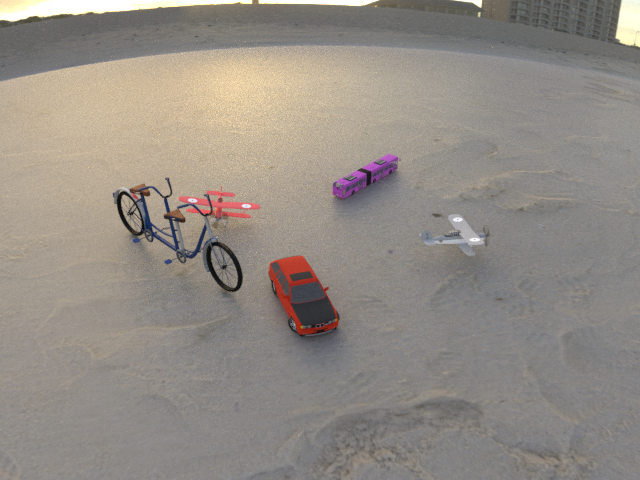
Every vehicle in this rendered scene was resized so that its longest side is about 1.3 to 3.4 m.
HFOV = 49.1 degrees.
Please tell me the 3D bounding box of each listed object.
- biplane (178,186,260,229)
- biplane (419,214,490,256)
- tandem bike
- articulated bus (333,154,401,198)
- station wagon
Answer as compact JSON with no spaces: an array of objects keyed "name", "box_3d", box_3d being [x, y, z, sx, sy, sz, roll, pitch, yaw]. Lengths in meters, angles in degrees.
[{"name":"biplane","box_3d":[-1.680,-0.577,11.854,1.336,0.504,1.090,-2,30,-4]},{"name":"biplane","box_3d":[2.099,-0.038,10.933,1.090,0.504,1.336,-3,30,-5]},{"name":"tandem bike","box_3d":[-2.232,-0.270,10.518,3.192,1.326,0.550,26,39,37]},{"name":"articulated bus","box_3d":[0.883,-1.212,13.152,0.311,0.289,1.749,23,38,34]},{"name":"station wagon","box_3d":[-0.246,0.712,9.683,0.682,0.473,1.597,-10,32,-16]}]
